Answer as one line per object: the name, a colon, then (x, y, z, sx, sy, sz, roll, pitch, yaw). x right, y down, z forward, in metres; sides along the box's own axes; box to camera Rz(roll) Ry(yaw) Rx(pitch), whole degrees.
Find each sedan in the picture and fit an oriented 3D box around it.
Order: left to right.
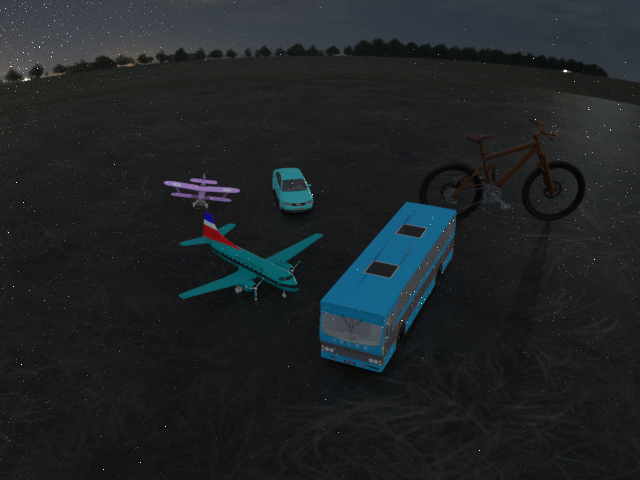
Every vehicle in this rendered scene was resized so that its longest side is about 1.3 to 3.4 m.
sedan: (-0.519, -0.983, 12.966, 0.635, 0.483, 1.613, -5, 27, -10)

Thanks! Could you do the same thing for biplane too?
biplane: (-2.128, -0.899, 12.772, 1.336, 0.504, 1.090, -2, 26, -4)

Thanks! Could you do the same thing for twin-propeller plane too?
twin-propeller plane: (-1.052, 0.221, 10.186, 2.129, 0.792, 2.663, 23, 35, 39)

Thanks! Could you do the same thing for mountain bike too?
mountain bike: (3.112, -1.080, 11.804, 2.857, 1.688, 1.114, -1, 26, -2)

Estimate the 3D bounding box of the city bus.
city bus: (1.017, 0.525, 9.455, 0.926, 0.894, 3.255, 11, 29, 22)
